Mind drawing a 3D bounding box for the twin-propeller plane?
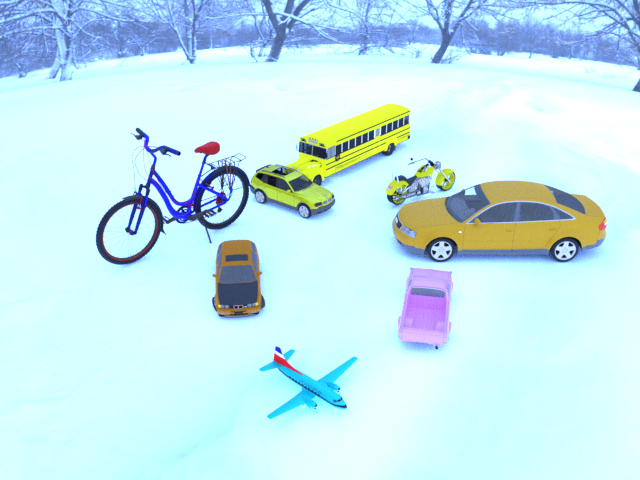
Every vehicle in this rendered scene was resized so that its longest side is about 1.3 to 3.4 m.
[{"bbox_3d":[-0.124,1.498,7.507,1.095,0.407,1.370,23,35,37],"label":"twin-propeller plane"}]

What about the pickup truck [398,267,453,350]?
[{"bbox_3d":[1.345,0.775,8.790,0.640,0.511,1.603,5,28,10],"label":"pickup truck"}]

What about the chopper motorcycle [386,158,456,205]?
[{"bbox_3d":[1.770,-1.080,12.099,1.563,0.761,0.466,-19,33,-32],"label":"chopper motorcycle"}]

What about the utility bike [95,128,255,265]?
[{"bbox_3d":[-1.997,-0.715,10.224,2.791,1.839,1.039,-24,36,-38],"label":"utility bike"}]

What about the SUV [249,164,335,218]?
[{"bbox_3d":[-0.481,-0.866,11.882,1.572,0.580,0.656,19,33,33],"label":"SUV"}]

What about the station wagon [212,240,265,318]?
[{"bbox_3d":[-1.111,0.460,9.439,0.682,0.473,1.597,-3,28,-6],"label":"station wagon"}]

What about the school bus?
[{"bbox_3d":[0.571,-1.848,13.491,0.709,0.844,3.322,21,34,34],"label":"school bus"}]

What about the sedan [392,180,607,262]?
[{"bbox_3d":[2.664,-0.346,10.489,3.137,0.940,1.235,0,27,0],"label":"sedan"}]
